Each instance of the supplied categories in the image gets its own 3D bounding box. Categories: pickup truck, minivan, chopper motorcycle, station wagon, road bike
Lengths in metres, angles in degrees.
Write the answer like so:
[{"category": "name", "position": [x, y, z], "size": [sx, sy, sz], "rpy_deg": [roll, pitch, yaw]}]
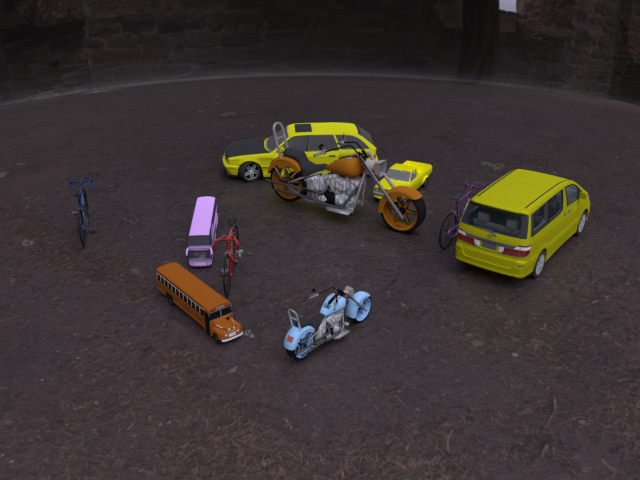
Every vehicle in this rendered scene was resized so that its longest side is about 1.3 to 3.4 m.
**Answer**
[{"category": "pickup truck", "position": [1.581, -1.165, 13.210], "size": [0.640, 0.511, 1.603], "rpy_deg": [14, 29, 26]}, {"category": "minivan", "position": [3.270, -0.433, 10.917], "size": [1.324, 1.197, 3.011], "rpy_deg": [18, 31, 33]}, {"category": "chopper motorcycle", "position": [0.392, -1.086, 11.937], "size": [3.040, 1.480, 0.906], "rpy_deg": [15, 30, 28]}, {"category": "station wagon", "position": [-0.405, -1.825, 14.101], "size": [3.105, 0.920, 1.327], "rpy_deg": [-2, 26, -4]}, {"category": "road bike", "position": [2.285, -0.429, 11.303], "size": [0.358, 0.852, 1.545], "rpy_deg": [17, 31, 31]}, {"category": "road bike", "position": [-1.281, 0.164, 10.080], "size": [0.358, 0.852, 1.545], "rpy_deg": [0, 26, 1]}, {"category": "road bike", "position": [-3.890, -0.506, 11.462], "size": [0.358, 0.852, 1.545], "rpy_deg": [-6, 27, -12]}, {"category": "chopper motorcycle", "position": [0.134, 0.909, 8.650], "size": [0.466, 0.761, 1.563], "rpy_deg": [20, 33, 36]}]

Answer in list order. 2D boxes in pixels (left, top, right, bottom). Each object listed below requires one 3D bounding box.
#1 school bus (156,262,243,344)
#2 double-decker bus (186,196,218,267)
[{"category": "school bus", "position": [-1.606, 0.811, 9.226], "size": [0.365, 0.434, 1.708], "rpy_deg": [-20, 32, -35]}, {"category": "double-decker bus", "position": [-1.837, -0.137, 11.056], "size": [0.389, 0.541, 1.672], "rpy_deg": [-2, 26, -4]}]
